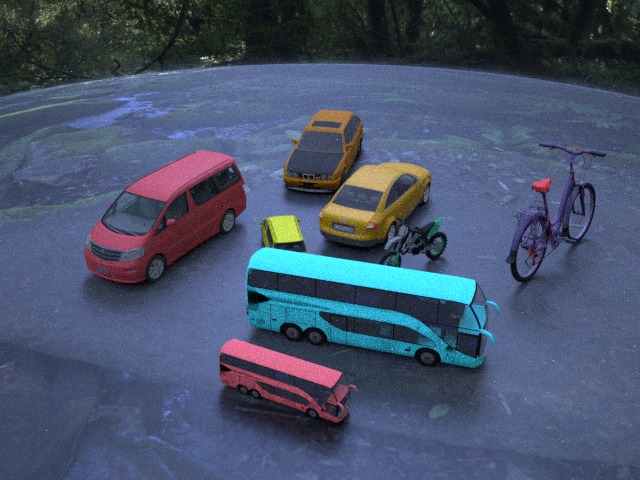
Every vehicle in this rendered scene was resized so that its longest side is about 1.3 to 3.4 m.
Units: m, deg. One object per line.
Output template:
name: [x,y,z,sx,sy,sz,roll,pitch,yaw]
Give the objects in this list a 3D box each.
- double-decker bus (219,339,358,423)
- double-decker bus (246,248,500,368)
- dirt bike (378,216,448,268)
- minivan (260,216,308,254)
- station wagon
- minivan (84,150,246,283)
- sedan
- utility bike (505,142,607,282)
double-decker bus: [-0.402,1.638,8.158,1.672,0.541,0.389,13,31,23]
double-decker bus: [0.632,0.868,9.056,3.251,1.052,0.756,8,29,15]
dirt bike: [1.453,0.072,10.753,1.493,0.857,0.527,-21,35,-34]
minivan: [-0.592,-0.049,11.235,0.681,0.616,1.548,-5,29,-9]
station wagon: [0.117,-1.931,14.434,1.327,0.920,3.105,6,29,11]
minivan: [-2.459,-0.437,11.345,1.324,1.197,3.011,15,32,26]
sedan: [1.059,-0.824,12.341,1.235,0.940,3.137,13,31,24]
utility bike: [3.584,-0.519,10.817,1.039,1.839,2.791,24,36,38]
